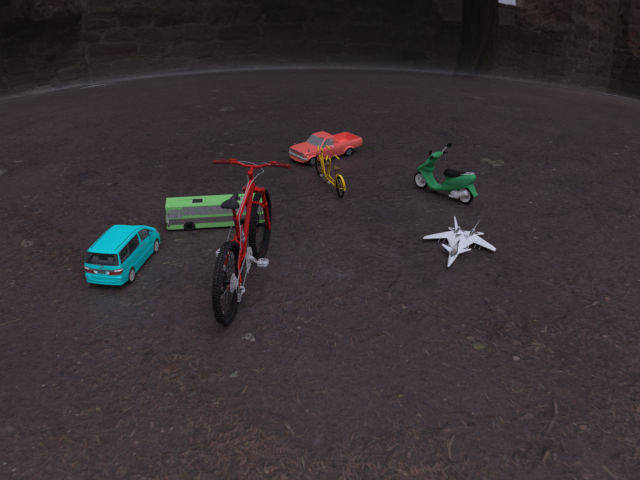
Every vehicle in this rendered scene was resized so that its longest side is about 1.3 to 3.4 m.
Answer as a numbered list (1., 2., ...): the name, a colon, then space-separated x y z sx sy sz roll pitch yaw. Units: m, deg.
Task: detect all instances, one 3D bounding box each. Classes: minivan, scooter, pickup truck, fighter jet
1. minivan: -2.925 0.116 10.464 0.681 0.616 1.548 4 27 9
2. scooter: 2.291 -1.225 12.776 0.662 0.919 1.399 -23 35 -38
3. pickup truck: 0.130 -2.002 14.762 1.603 0.511 0.640 -19 32 -33
4. fighter jet: 2.167 0.037 10.984 1.147 0.286 1.358 10 29 19

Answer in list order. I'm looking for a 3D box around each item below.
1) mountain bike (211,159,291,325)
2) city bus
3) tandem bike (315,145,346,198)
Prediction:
1. mountain bike: -1.041 -0.109 9.722 1.114 1.688 2.857 4 27 8
2. city bus: -1.736 -0.468 11.789 1.674 0.460 0.476 -4 27 -7
3. tandem bike: 0.177 -1.348 13.281 0.283 0.682 1.642 -9 28 -17
